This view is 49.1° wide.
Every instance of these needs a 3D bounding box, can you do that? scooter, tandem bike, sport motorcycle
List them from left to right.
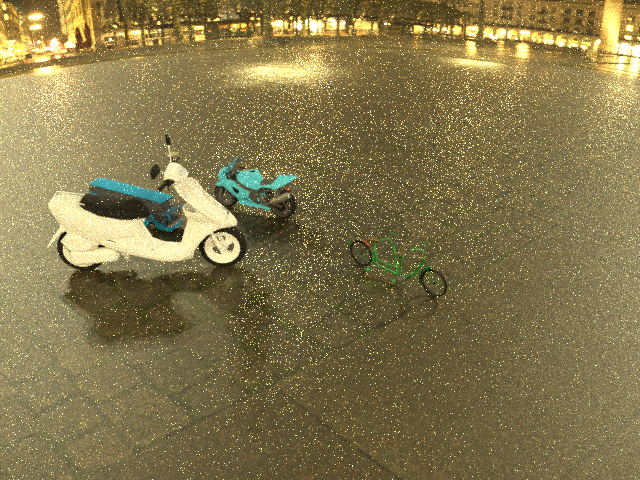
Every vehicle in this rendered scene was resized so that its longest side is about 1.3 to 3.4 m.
[{"bbox_3d":[-2.384,-0.386,9.490,2.721,1.786,1.288,-1,29,-2],"label":"scooter"},{"bbox_3d":[-1.045,-0.820,11.259,1.520,0.821,0.506,12,31,20],"label":"sport motorcycle"},{"bbox_3d":[1.027,0.246,9.491,1.642,0.682,0.283,23,36,35],"label":"tandem bike"}]

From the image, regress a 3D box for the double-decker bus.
[{"bbox_3d":[-2.908,-0.552,11.067,1.672,0.541,0.389,15,32,24],"label":"double-decker bus"}]
